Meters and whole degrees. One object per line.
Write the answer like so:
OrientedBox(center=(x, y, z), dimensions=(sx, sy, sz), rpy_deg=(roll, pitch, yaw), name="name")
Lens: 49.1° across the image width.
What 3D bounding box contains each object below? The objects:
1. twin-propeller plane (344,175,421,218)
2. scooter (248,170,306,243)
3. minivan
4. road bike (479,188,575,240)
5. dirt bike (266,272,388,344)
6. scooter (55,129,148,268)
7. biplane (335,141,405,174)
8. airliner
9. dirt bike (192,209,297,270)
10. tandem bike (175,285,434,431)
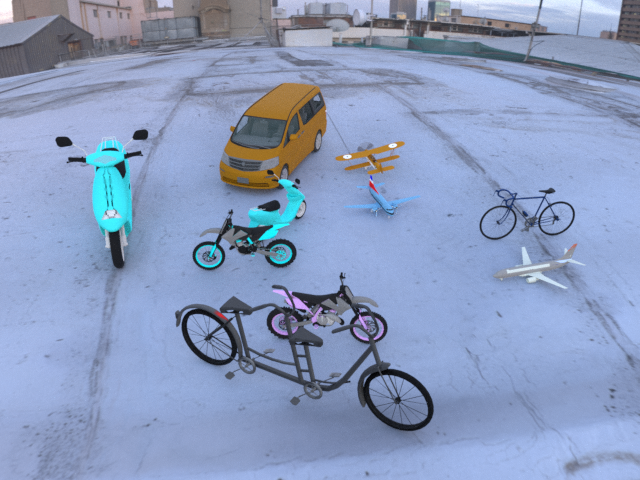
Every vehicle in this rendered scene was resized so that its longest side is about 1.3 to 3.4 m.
OrientedBox(center=(1.019, -0.718, 11.772), dimensions=(1.370, 0.407, 1.095), rpy_deg=(-9, 31, -15), name="twin-propeller plane")
OrientedBox(center=(-0.661, -0.553, 10.962), dimensions=(0.662, 0.919, 1.399), rpy_deg=(20, 35, 32), name="scooter")
OrientedBox(center=(-0.835, -2.003, 13.238), dimensions=(1.324, 1.197, 3.011), rpy_deg=(10, 31, 17), name="minivan")
OrientedBox(center=(3.214, -0.410, 10.778), dimensions=(1.545, 0.852, 0.358), rpy_deg=(-4, 30, -7), name="road bike")
OrientedBox(center=(0.083, 0.877, 8.502), dimensions=(1.493, 0.857, 0.527), rpy_deg=(3, 30, 5), name="dirt bike")
OrientedBox(center=(-3.191, -0.899, 10.692), dimensions=(1.288, 1.786, 2.721), rpy_deg=(-7, 30, -12), name="scooter")
OrientedBox(center=(0.974, -1.454, 12.972), dimensions=(1.336, 0.504, 1.090), rpy_deg=(-7, 30, -12), name="biplane")
OrientedBox(center=(3.056, 0.318, 9.921), dimensions=(1.307, 0.429, 1.161), rpy_deg=(-8, 30, -13), name="airliner")
OrientedBox(center=(-1.080, 0.045, 9.969), dimensions=(1.493, 0.857, 0.527), rpy_deg=(-2, 30, -4), name="dirt bike")
OrientedBox(center=(-0.275, 1.145, 7.554), dimensions=(3.192, 1.326, 0.550), rpy_deg=(14, 32, 23), name="tandem bike")
